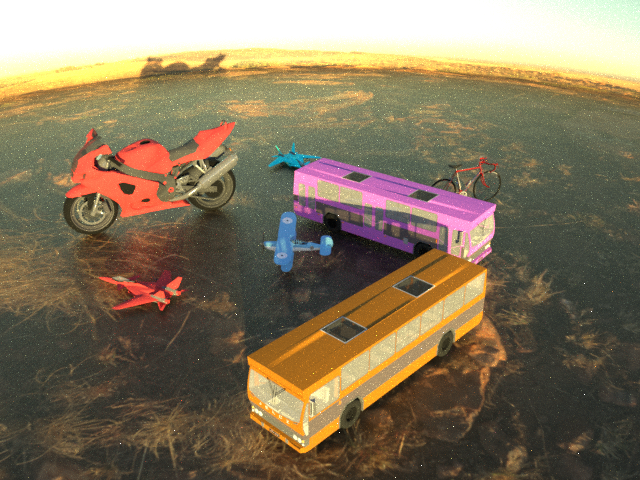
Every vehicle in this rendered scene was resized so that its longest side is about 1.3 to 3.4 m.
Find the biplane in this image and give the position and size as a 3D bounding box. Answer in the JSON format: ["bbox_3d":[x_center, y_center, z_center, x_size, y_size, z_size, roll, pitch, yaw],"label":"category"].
[{"bbox_3d":[-0.352,0.091,10.444,1.090,0.504,1.336,1,27,3],"label":"biplane"}]

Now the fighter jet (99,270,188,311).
[{"bbox_3d":[-2.556,0.593,9.696,1.358,0.286,1.147,13,30,23],"label":"fighter jet"}]

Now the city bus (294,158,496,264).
[{"bbox_3d":[1.079,-0.436,11.050,3.255,0.894,0.926,19,33,33],"label":"city bus"}]

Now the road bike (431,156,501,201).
[{"bbox_3d":[2.526,-0.976,12.160,1.545,0.852,0.358,-11,29,-21],"label":"road bike"}]

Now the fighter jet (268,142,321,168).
[{"bbox_3d":[-0.453,-1.595,14.003,1.147,0.286,1.358,-12,29,-23],"label":"fighter jet"}]

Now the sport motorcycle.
[{"bbox_3d":[-2.736,-1.046,11.476,2.955,1.596,0.983,-14,30,-25],"label":"sport motorcycle"}]

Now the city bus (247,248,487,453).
[{"bbox_3d":[0.660,1.141,7.946,0.926,0.894,3.255,23,35,38],"label":"city bus"}]
